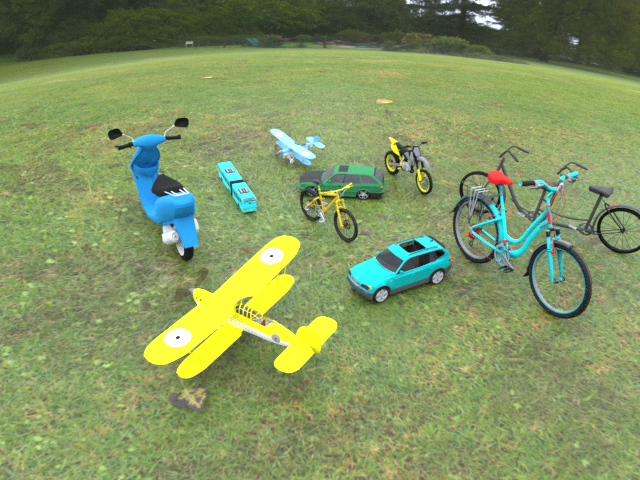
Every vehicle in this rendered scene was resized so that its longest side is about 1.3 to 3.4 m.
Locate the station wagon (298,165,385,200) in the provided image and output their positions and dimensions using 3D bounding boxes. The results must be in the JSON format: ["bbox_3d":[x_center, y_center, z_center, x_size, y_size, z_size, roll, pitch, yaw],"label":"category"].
[{"bbox_3d":[0.393,-1.093,12.767,1.597,0.473,0.682,4,30,7],"label":"station wagon"}]

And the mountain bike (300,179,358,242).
[{"bbox_3d":[0.124,-0.545,11.395,0.573,0.868,1.469,-21,36,-33],"label":"mountain bike"}]

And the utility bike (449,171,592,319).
[{"bbox_3d":[2.830,-0.205,9.805,1.039,1.839,2.791,-16,33,-26],"label":"utility bike"}]

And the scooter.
[{"bbox_3d":[-2.520,-0.900,11.089,1.288,1.786,2.721,-15,33,-24],"label":"scooter"}]

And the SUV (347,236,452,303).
[{"bbox_3d":[1.154,0.372,10.061,1.572,0.580,0.656,-15,33,-25],"label":"SUV"}]

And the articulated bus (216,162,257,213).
[{"bbox_3d":[-1.524,-0.984,12.761,0.311,0.289,1.749,-11,31,-19],"label":"articulated bus"}]

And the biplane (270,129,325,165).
[{"bbox_3d":[-0.419,-1.841,14.060,1.090,0.504,1.336,-22,36,-33],"label":"biplane"}]

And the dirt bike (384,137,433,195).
[{"bbox_3d":[1.646,-1.439,12.989,0.527,0.857,1.493,-15,33,-25],"label":"dirt bike"}]

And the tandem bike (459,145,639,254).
[{"bbox_3d":[3.724,-0.701,11.205,3.192,1.326,0.550,19,35,30],"label":"tandem bike"}]

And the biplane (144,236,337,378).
[{"bbox_3d":[-0.865,0.997,8.547,2.120,0.981,2.598,20,35,31],"label":"biplane"}]
